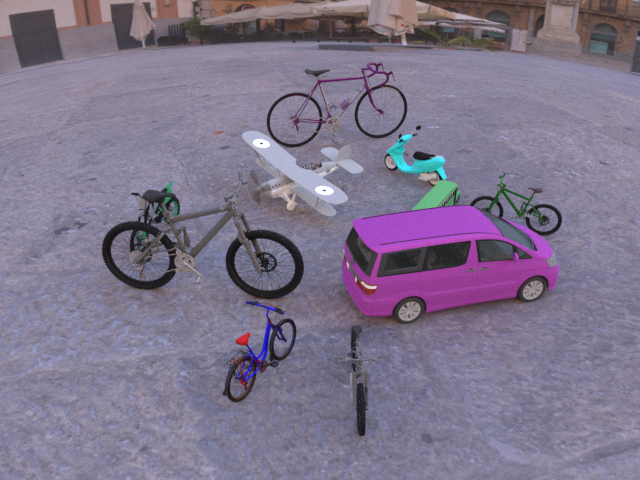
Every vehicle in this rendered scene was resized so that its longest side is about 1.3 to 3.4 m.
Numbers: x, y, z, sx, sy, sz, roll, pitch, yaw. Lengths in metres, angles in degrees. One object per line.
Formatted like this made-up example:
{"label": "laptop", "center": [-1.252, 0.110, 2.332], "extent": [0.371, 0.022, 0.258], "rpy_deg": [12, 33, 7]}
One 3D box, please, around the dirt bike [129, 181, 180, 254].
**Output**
{"label": "dirt bike", "center": [-2.606, -0.406, 11.060], "extent": [0.527, 0.857, 1.493], "rpy_deg": [10, 32, 16]}

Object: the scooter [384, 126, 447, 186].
{"label": "scooter", "center": [1.758, -1.561, 12.941], "extent": [1.399, 0.919, 0.662], "rpy_deg": [26, 39, 36]}

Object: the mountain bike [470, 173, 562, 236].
{"label": "mountain bike", "center": [3.150, -0.529, 11.257], "extent": [1.469, 0.868, 0.573], "rpy_deg": [9, 32, 15]}

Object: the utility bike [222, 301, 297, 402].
{"label": "utility bike", "center": [-0.736, 1.232, 8.221], "extent": [0.535, 0.946, 1.435], "rpy_deg": [18, 35, 27]}

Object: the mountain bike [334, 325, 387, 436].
{"label": "mountain bike", "center": [0.426, 1.469, 7.898], "extent": [0.573, 0.868, 1.469], "rpy_deg": [-1, 31, -1]}

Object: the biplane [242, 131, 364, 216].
{"label": "biplane", "center": [-0.226, -1.127, 12.151], "extent": [2.120, 0.981, 2.598], "rpy_deg": [-23, 38, -34]}

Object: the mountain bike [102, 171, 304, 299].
{"label": "mountain bike", "center": [-1.635, 0.029, 9.518], "extent": [2.857, 1.688, 1.114], "rpy_deg": [4, 31, 7]}

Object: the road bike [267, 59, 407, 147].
{"label": "road bike", "center": [0.382, -2.755, 14.226], "extent": [3.004, 1.656, 0.697], "rpy_deg": [-8, 32, -13]}

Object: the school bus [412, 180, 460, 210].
{"label": "school bus", "center": [1.938, -0.582, 11.769], "extent": [0.365, 0.434, 1.708], "rpy_deg": [16, 34, 25]}

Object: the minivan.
{"label": "minivan", "center": [1.846, 0.217, 9.681], "extent": [3.011, 1.197, 1.324], "rpy_deg": [-8, 32, -13]}
